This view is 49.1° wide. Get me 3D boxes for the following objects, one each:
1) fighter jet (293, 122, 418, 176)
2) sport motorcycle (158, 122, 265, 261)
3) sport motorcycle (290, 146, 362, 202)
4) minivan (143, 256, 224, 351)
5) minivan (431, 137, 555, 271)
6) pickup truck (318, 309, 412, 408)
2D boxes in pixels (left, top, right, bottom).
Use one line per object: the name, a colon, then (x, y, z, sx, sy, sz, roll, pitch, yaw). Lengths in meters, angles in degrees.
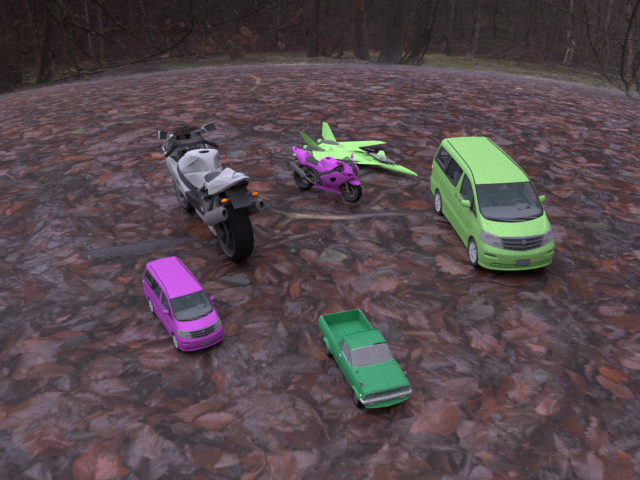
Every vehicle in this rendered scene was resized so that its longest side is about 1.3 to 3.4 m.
fighter jet: (0.825, -1.759, 14.018, 2.640, 0.557, 2.229, 20, 33, 33)
sport motorcycle: (-1.770, -0.820, 11.069, 0.983, 1.596, 2.955, -15, 31, -26)
sport motorcycle: (0.118, -1.197, 12.643, 1.520, 0.821, 0.506, 18, 32, 31)
minivan: (-1.779, 0.801, 8.999, 0.681, 0.616, 1.548, -15, 31, -27)
minivan: (2.687, -0.642, 11.160, 1.324, 1.197, 3.011, -4, 28, -7)
pickup truck: (0.487, 1.300, 8.147, 0.640, 0.511, 1.603, -9, 29, -16)
